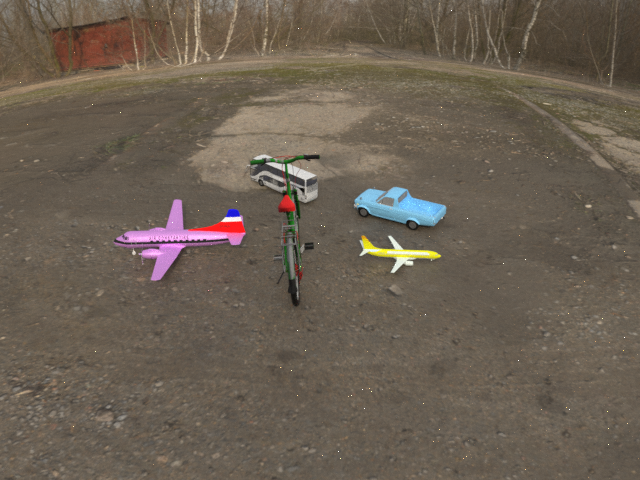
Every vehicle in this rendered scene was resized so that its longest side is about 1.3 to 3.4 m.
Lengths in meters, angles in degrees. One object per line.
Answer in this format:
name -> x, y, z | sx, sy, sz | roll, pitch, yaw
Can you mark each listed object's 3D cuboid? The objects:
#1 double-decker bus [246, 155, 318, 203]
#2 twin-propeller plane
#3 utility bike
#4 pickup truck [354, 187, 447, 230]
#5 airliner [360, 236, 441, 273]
double-decker bus -> -0.731, -1.198, 13.437 | 1.672, 0.541, 0.389 | 26, 38, 38
twin-propeller plane -> -2.268, -0.122, 11.263 | 2.129, 0.792, 2.663 | -2, 29, -3
utility bike -> -0.510, -0.290, 10.492 | 1.039, 1.839, 2.791 | -1, 29, -1
pickup truck -> 1.411, -0.615, 12.429 | 1.603, 0.511, 0.640 | 16, 33, 26
airliner -> 1.285, 0.136, 11.173 | 1.307, 0.429, 1.161 | 1, 29, 3
